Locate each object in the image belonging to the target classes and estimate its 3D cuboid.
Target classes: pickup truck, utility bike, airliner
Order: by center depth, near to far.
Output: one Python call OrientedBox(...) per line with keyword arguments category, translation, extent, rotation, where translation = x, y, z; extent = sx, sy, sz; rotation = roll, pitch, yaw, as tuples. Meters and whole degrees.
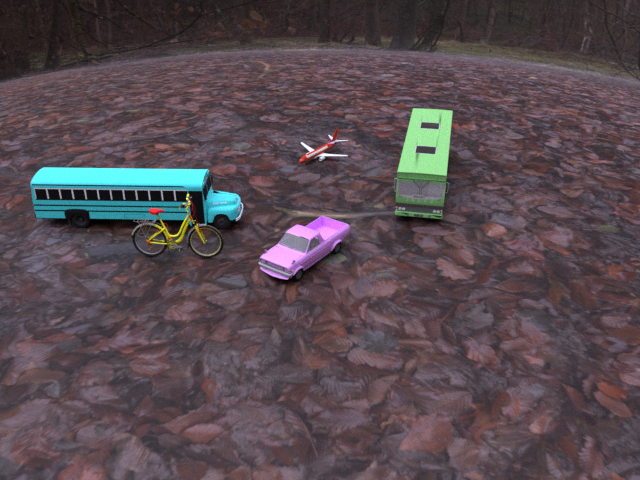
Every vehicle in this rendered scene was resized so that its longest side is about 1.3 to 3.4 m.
OrientedBox(category="utility bike", translation=(-2.149, -0.190, 10.420), extent=(1.435, 0.946, 0.535), rotation=(2, 29, 3))
OrientedBox(category="pickup truck", translation=(-0.204, 0.055, 10.426), extent=(0.640, 0.511, 1.603), rotation=(19, 35, 31))
OrientedBox(category="airliner", translation=(-0.010, -1.855, 13.924), extent=(1.161, 0.429, 1.307), rotation=(20, 35, 32))

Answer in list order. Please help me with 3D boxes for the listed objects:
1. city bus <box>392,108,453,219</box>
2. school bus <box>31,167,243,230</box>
OrientedBox(category="city bus", translation=(1.923, -1.437, 12.700), extent=(0.926, 0.894, 3.255), rotation=(5, 30, 10))
OrientedBox(category="school bus", translation=(-2.939, -0.705, 11.444), extent=(3.322, 0.844, 0.709), rotation=(1, 29, 2))
